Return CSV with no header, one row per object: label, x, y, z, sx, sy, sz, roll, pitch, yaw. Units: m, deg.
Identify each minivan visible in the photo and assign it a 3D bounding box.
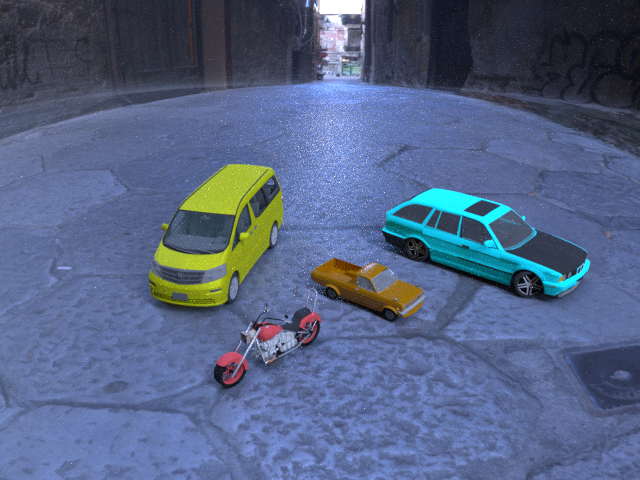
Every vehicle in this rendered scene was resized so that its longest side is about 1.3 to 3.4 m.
minivan,-1.481,-0.143,10.481,1.324,1.197,3.011,6,26,13

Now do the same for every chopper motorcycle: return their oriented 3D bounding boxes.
chopper motorcycle,-0.589,1.136,8.234,1.563,0.761,0.466,-22,32,-39

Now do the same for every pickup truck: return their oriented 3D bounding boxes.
pickup truck,0.645,0.603,9.685,1.603,0.511,0.640,18,30,34

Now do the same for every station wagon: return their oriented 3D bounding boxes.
station wagon,2.482,-0.055,10.619,3.105,0.920,1.327,19,31,36
